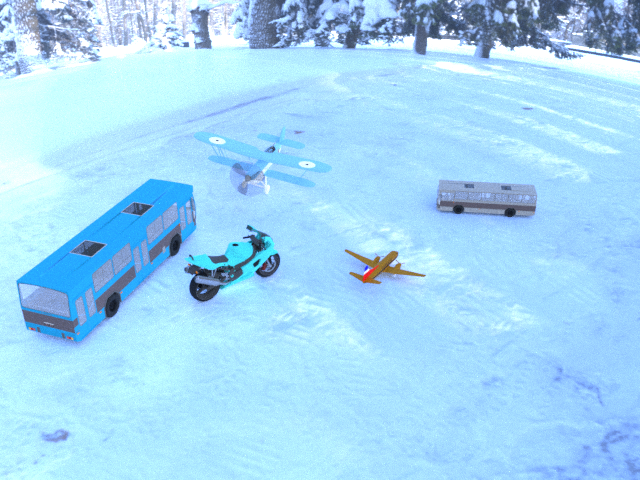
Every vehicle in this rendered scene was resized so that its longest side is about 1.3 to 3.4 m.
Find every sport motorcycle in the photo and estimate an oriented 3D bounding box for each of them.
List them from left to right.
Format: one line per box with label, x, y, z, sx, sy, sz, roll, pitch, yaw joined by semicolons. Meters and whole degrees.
sport motorcycle;-1.220;0.342;10.028;1.520;0.821;0.506;-20;36;-31

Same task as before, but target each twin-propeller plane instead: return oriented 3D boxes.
twin-propeller plane;0.907;0.355;10.418;1.370;0.407;1.095;18;35;28

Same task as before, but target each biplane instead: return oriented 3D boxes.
biplane;-0.959;-1.508;13.055;2.598;0.981;2.120;8;31;14

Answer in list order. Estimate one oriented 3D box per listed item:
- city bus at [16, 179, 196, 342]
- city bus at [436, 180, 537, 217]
city bus;-2.922;0.203;10.195;0.926;0.894;3.255;10;32;17
city bus;2.889;-0.719;12.215;1.674;0.460;0.476;4;30;7
